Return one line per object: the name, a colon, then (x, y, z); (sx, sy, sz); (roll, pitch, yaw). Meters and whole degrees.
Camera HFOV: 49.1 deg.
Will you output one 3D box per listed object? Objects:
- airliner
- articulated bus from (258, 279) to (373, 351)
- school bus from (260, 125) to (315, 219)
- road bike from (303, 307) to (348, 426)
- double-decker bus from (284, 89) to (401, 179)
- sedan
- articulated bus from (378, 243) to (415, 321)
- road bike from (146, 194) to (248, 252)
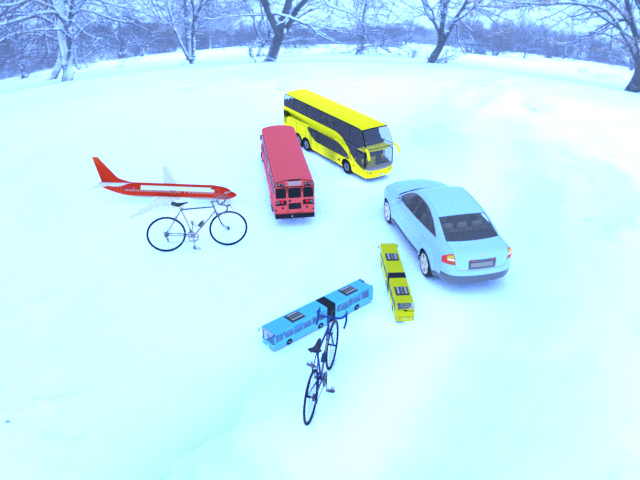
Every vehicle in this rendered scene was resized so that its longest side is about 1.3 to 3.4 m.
airliner: (-2.731, -1.035, 12.256); (2.541, 0.835, 2.257); (2, 28, 3)
articulated bus: (-0.008, 0.946, 9.093); (1.749, 0.289, 0.311); (-23, 35, -36)
school bus: (-0.655, -1.353, 12.848); (0.709, 0.844, 3.322); (-4, 28, -8)
road bike: (0.026, 1.335, 7.755); (0.358, 0.852, 1.545); (7, 29, 13)
double-decker bus: (0.325, -2.175, 14.180); (0.756, 1.052, 3.251); (-17, 32, -29)
sedan: (1.871, -0.354, 10.855); (1.235, 0.940, 3.137); (-6, 28, -11)
articulated bus: (1.065, 0.556, 9.832); (0.311, 0.289, 1.749); (-1, 28, -2)
road bike: (-1.889, -0.246, 10.746); (1.545, 0.852, 0.358); (-6, 28, -11)
